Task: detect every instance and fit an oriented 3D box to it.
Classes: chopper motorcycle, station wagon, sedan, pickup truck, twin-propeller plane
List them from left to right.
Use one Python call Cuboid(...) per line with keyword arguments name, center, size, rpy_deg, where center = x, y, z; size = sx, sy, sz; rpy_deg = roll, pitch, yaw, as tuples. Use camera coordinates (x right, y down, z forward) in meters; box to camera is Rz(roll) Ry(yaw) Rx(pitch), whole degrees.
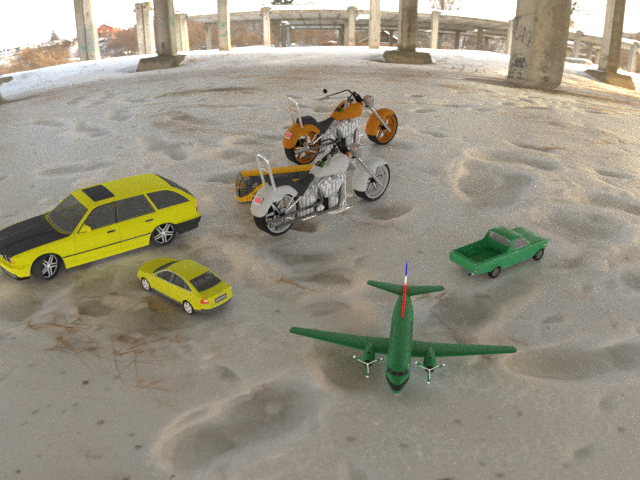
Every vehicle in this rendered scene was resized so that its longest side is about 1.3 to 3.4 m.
Cuboid(name="station wagon", center=(-3.457, -0.305, 10.885), size=(3.105, 0.920, 1.327), rpy_deg=(-19, 33, -32))
Cuboid(name="sedan", center=(-1.905, 0.543, 9.705), size=(1.613, 0.483, 0.635), rpy_deg=(21, 34, 35))
Cuboid(name="chopper motorcycle", center=(0.102, -1.052, 11.731), size=(3.040, 1.480, 0.906), rpy_deg=(-23, 35, -38))
Cuboid(name="chopper motorcycle", center=(0.492, -2.456, 14.478), size=(3.040, 1.480, 0.906), rpy_deg=(-21, 34, -35))
Cuboid(name="twin-propeller plane", center=(0.981, 1.036, 8.402), size=(2.663, 0.792, 2.129), rpy_deg=(4, 27, 8))
Cuboid(name="pickup truck", center=(2.701, 0.119, 10.505), size=(1.603, 0.511, 0.640), rpy_deg=(-17, 32, -30))

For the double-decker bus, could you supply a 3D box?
Cuboid(name="double-decker bus", center=(-0.758, -1.031, 12.722), size=(1.672, 0.541, 0.389), rpy_deg=(-7, 28, -13))
